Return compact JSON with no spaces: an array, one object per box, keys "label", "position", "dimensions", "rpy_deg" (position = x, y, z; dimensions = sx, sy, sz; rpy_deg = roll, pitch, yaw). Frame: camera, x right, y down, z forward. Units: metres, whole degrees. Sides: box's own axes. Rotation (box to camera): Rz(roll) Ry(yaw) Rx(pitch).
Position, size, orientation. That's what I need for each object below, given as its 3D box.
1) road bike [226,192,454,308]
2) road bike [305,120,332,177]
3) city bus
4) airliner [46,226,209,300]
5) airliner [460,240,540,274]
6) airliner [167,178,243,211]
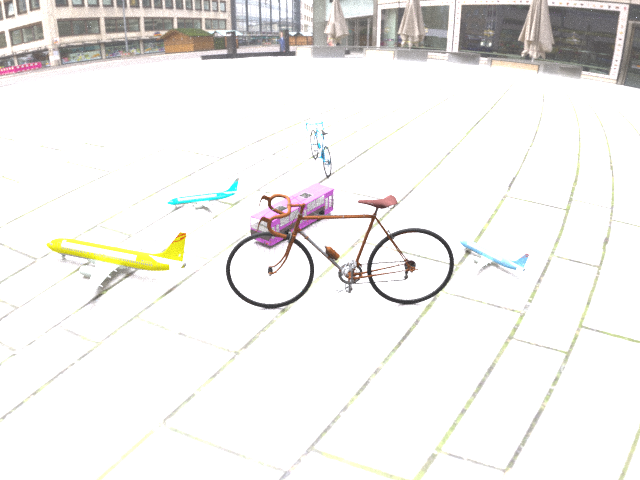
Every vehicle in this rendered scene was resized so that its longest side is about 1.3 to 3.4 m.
[{"label":"road bike","position":[0.272,0.161,9.068],"dimensions":[3.004,1.656,0.696],"rpy_deg":[-1,28,-3]},{"label":"road bike","position":[0.009,-1.818,13.640],"dimensions":[0.358,0.852,1.545],"rpy_deg":[-7,29,-13]},{"label":"city bus","position":[-0.423,-0.418,11.429],"dimensions":[0.476,0.460,1.674],"rpy_deg":[20,34,33]},{"label":"airliner","position":[-2.965,0.069,10.114],"dimensions":[2.541,0.835,2.257],"rpy_deg":[10,30,18]},{"label":"airliner","position":[2.567,0.156,10.383],"dimensions":[1.161,0.429,1.307],"rpy_deg":[-19,34,-32]},{"label":"airliner","position":[-2.023,-0.825,12.224],"dimensions":[1.307,0.429,1.161],"rpy_deg":[-7,29,-13]}]
